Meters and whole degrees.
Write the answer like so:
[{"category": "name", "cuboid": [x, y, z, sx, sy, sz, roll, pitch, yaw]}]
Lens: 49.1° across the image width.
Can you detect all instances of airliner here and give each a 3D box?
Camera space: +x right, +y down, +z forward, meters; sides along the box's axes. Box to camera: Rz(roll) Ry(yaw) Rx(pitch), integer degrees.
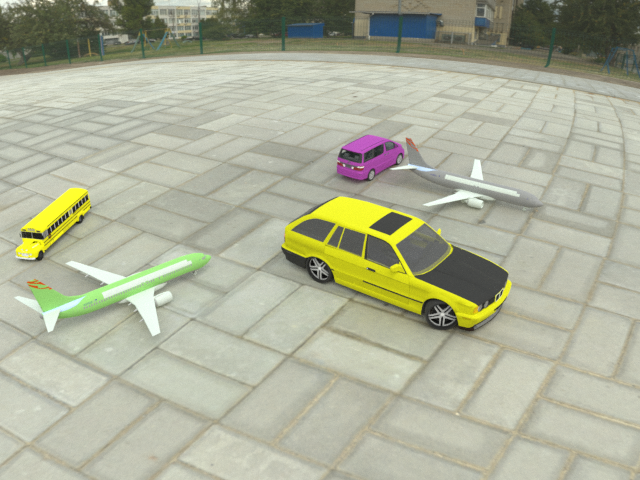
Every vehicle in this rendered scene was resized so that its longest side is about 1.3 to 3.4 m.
[{"category": "airliner", "cuboid": [2.516, -1.095, 11.737, 2.541, 0.835, 2.257, 17, 33, 28]}, {"category": "airliner", "cuboid": [-2.457, 0.444, 8.933, 2.541, 0.835, 2.257, -24, 37, -37]}]

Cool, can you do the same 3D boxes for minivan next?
[{"category": "minivan", "cuboid": [0.962, -1.583, 12.853, 0.681, 0.616, 1.548, 20, 35, 32]}]

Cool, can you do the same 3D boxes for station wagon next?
[{"category": "station wagon", "cuboid": [0.982, 0.191, 9.307, 3.105, 0.920, 1.327, 20, 34, 31]}]

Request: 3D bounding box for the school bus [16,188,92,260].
[{"category": "school bus", "cuboid": [-4.038, -0.251, 10.617, 0.365, 0.434, 1.708, 5, 29, 9]}]
